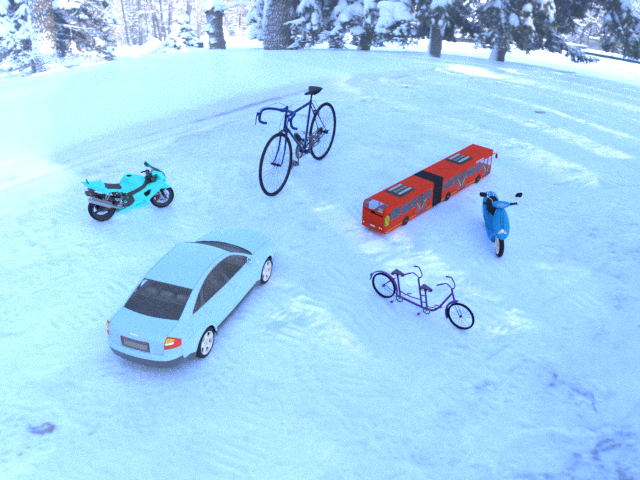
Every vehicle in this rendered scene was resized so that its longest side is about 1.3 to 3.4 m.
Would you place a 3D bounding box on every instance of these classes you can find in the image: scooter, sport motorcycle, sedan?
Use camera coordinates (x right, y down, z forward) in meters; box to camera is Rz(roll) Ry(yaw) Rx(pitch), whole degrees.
[{"bbox_3d":[2.804,-0.417,11.170,0.662,0.919,1.399,1,30,2],"label":"scooter"},{"bbox_3d":[-3.252,-0.815,11.963,1.520,0.821,0.506,-15,33,-24],"label":"sport motorcycle"},{"bbox_3d":[-1.625,0.539,9.480,1.235,0.940,3.137,11,32,18],"label":"sedan"}]

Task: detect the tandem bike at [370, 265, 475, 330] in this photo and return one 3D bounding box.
[{"bbox_3d":[1.361,0.693,9.471,1.642,0.682,0.283,21,36,32],"label":"tandem bike"}]

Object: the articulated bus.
[{"bbox_3d":[2.015,-0.971,12.498,0.605,0.561,3.401,25,38,36],"label":"articulated bus"}]

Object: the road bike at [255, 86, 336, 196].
[{"bbox_3d":[-0.365,-1.975,13.150,0.697,1.656,3.004,14,33,23],"label":"road bike"}]
